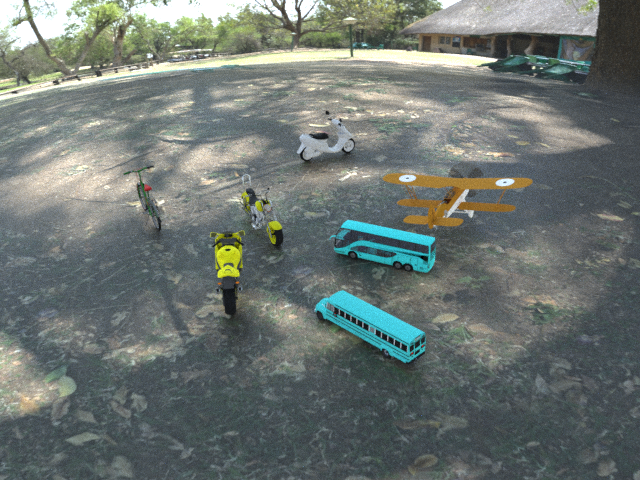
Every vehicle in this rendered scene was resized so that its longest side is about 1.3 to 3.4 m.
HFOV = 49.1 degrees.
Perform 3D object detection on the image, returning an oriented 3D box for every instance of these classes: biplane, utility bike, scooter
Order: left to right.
[{"bbox_3d":[-3.050,-0.752,12.158,0.535,0.946,1.435,-14,31,-24],"label":"utility bike"},{"bbox_3d":[0.147,-2.190,14.849,1.399,0.919,0.662,-15,32,-25],"label":"scooter"},{"bbox_3d":[2.166,-0.654,11.940,2.598,0.981,2.120,14,31,24],"label":"biplane"}]

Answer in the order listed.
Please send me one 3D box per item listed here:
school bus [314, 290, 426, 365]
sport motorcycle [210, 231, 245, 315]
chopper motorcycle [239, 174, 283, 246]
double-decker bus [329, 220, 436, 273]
[{"bbox_3d":[0.616,1.100,9.266,1.708,0.434,0.365,25,37,38],"label":"school bus"},{"bbox_3d":[-1.312,0.422,10.115,0.506,0.821,1.520,-3,29,-6],"label":"sport motorcycle"},{"bbox_3d":[-0.999,-0.521,11.924,0.466,0.761,1.563,-13,31,-23],"label":"chopper motorcycle"},{"bbox_3d":[0.986,0.086,11.032,1.672,0.541,0.389,13,31,22],"label":"double-decker bus"}]
